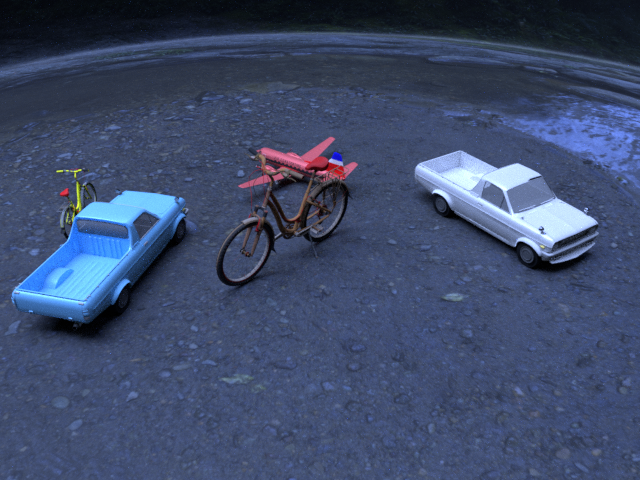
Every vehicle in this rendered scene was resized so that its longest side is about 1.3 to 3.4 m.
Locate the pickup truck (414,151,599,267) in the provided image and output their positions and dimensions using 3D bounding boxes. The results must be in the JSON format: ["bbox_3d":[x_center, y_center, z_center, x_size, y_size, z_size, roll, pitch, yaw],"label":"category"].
[{"bbox_3d":[2.918,-0.685,11.286,1.244,0.993,3.117,-20,37,-28],"label":"pickup truck"}]

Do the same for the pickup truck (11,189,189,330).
[{"bbox_3d":[-3.022,0.079,10.046,1.244,0.993,3.117,8,33,13],"label":"pickup truck"}]

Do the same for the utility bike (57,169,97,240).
[{"bbox_3d":[-3.961,-0.641,11.259,0.535,0.946,1.435,2,32,4],"label":"utility bike"}]

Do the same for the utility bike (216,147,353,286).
[{"bbox_3d":[-0.370,-0.447,10.093,1.039,1.839,2.791,26,40,36],"label":"utility bike"}]

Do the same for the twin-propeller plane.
[{"bbox_3d":[-0.404,-1.445,12.709,2.129,0.792,2.663,22,38,31],"label":"twin-propeller plane"}]
